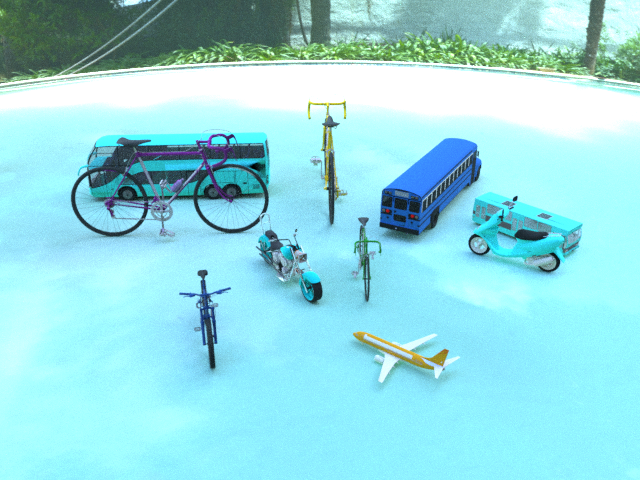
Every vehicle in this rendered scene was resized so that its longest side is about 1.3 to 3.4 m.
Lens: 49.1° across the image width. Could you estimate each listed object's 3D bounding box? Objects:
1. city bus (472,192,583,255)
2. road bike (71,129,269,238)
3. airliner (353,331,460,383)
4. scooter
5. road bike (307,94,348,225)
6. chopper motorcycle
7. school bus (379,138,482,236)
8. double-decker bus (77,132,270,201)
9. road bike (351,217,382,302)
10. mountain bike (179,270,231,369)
[{"bbox_3d":[3.176,-0.255,10.849,0.476,0.460,1.674,-23,34,-37],"label":"city bus"},{"bbox_3d":[-2.293,-0.825,10.652,3.004,1.656,0.696,-2,27,-3],"label":"road bike"},{"bbox_3d":[0.901,1.201,7.987,1.307,0.429,1.161,20,33,34],"label":"airliner"},{"bbox_3d":[2.813,-0.075,9.979,1.399,0.919,0.662,15,30,27],"label":"scooter"},{"bbox_3d":[0.151,-1.460,11.914,0.696,1.656,3.004,-1,27,-2],"label":"road bike"},{"bbox_3d":[-0.428,0.227,9.555,0.466,0.761,1.563,-15,31,-28],"label":"chopper motorcycle"},{"bbox_3d":[2.004,-1.016,11.936,0.709,0.844,3.322,14,30,25],"label":"school bus"},{"bbox_3d":[-2.507,-1.300,12.270,3.251,1.052,0.756,-2,27,-3],"label":"double-decker bus"},{"bbox_3d":[0.605,0.183,9.542,0.358,0.852,1.545,0,27,-1],"label":"road bike"},{"bbox_3d":[-1.335,0.834,8.228,0.573,0.868,1.469,-6,27,-11],"label":"mountain bike"}]
